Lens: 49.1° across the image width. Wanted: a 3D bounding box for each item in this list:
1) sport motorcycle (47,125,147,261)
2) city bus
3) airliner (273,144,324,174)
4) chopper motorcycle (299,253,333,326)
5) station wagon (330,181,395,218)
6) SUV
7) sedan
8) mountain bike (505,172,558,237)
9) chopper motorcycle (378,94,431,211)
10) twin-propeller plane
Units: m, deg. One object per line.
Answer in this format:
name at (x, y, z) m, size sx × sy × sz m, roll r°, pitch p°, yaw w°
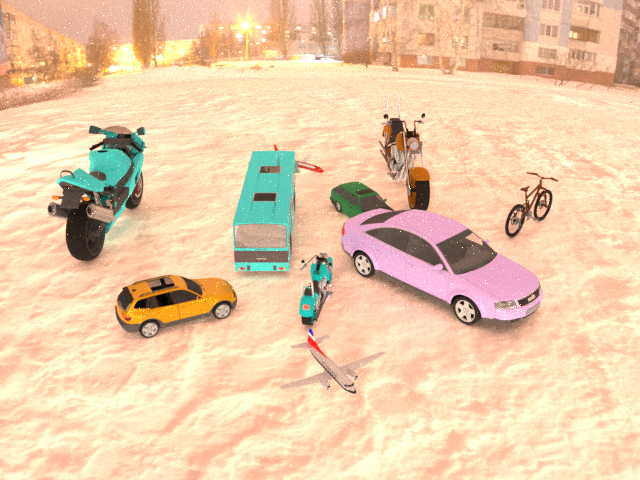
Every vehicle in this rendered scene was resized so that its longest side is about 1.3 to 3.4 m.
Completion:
sport motorcycle at (-3.468, -0.859, 11.370) m, size 0.983 × 1.596 × 2.955 m, roll 2°, pitch 26°, yaw 5°
city bus at (-0.843, -0.530, 11.496) m, size 0.926 × 0.894 × 3.255 m, roll 0°, pitch 26°, yaw 0°
airliner at (-0.456, -1.645, 14.347) m, size 1.307 × 0.429 × 1.161 m, roll 17°, pitch 31°, yaw 31°
chopper motorcycle at (-0.024, 0.530, 9.450) m, size 0.466 × 0.761 × 1.563 m, roll 5°, pitch 26°, yaw 10°
station wagon at (0.782, -0.608, 12.144) m, size 0.682 × 0.473 × 1.597 m, roll -13°, pitch 29°, yaw -25°
SUV at (-1.873, 0.771, 9.159) m, size 1.572 × 0.580 × 0.656 m, roll -13°, pitch 28°, yaw -24°
sedan at (1.648, 0.222, 9.885) m, size 1.235 × 0.940 × 3.137 m, roll -23°, pitch 34°, yaw -39°
mountain bike at (3.516, -0.595, 11.663) m, size 0.573 × 0.868 × 1.469 m, roll 23°, pitch 34°, yaw 39°
chopper motorcycle at (1.620, -1.711, 13.274) m, size 0.906 × 1.480 × 3.040 m, roll -3°, pitch 26°, yaw -5°
twin-propeller plane at (0.117, 1.411, 8.030) m, size 1.370 × 0.407 × 1.095 m, roll -14°, pitch 29°, yaw -26°
